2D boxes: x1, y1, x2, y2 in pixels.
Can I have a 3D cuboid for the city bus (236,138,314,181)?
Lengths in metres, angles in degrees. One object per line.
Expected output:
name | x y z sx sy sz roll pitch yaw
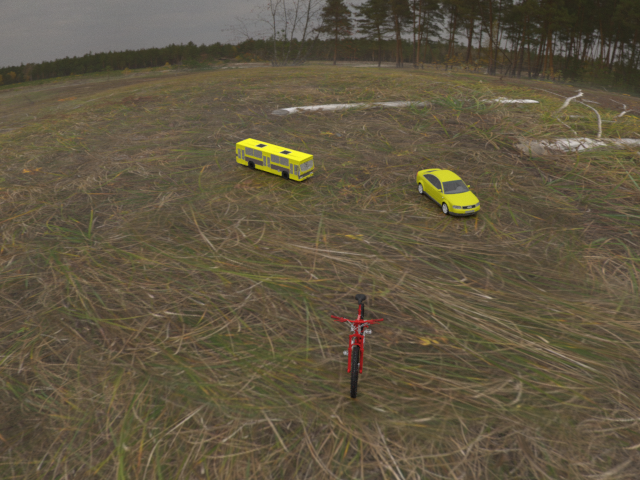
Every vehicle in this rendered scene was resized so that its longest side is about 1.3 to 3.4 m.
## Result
city bus | -0.902 -1.563 13.713 1.674 0.460 0.476 19 33 33

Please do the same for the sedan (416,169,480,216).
sedan | 2.259 -0.907 12.402 0.635 0.483 1.613 -9 28 -17

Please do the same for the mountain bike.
mountain bike | 0.433 1.110 8.022 0.573 0.868 1.469 3 27 6
